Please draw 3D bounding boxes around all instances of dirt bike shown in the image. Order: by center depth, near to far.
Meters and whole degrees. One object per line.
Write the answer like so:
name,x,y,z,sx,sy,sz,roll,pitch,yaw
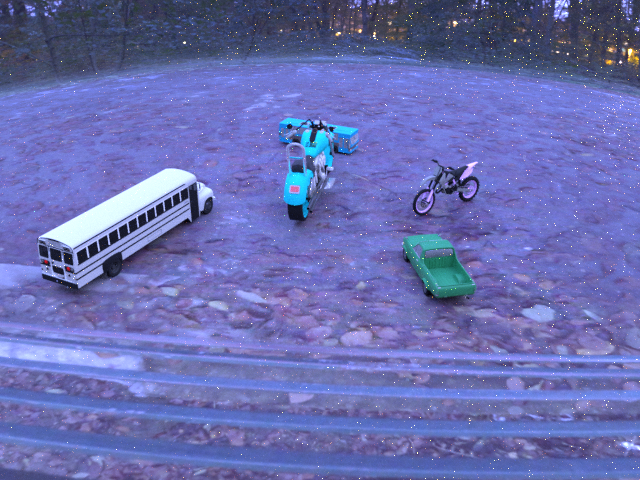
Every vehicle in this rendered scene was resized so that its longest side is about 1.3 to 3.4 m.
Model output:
dirt bike,2.172,-0.930,11.866,1.493,0.857,0.527,-17,32,-29

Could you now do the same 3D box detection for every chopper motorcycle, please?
chopper motorcycle,-0.121,-1.452,12.185,0.906,1.480,3.040,5,28,9

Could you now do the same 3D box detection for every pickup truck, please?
pickup truck,1.653,0.313,9.896,0.640,0.511,1.603,-5,28,-9

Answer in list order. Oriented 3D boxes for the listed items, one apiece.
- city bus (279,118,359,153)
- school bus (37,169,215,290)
city bus,-0.034,-2.164,14.609,1.674,0.460,0.476,13,31,23
school bus,-2.788,-0.315,10.722,0.709,0.844,3.322,14,31,24
